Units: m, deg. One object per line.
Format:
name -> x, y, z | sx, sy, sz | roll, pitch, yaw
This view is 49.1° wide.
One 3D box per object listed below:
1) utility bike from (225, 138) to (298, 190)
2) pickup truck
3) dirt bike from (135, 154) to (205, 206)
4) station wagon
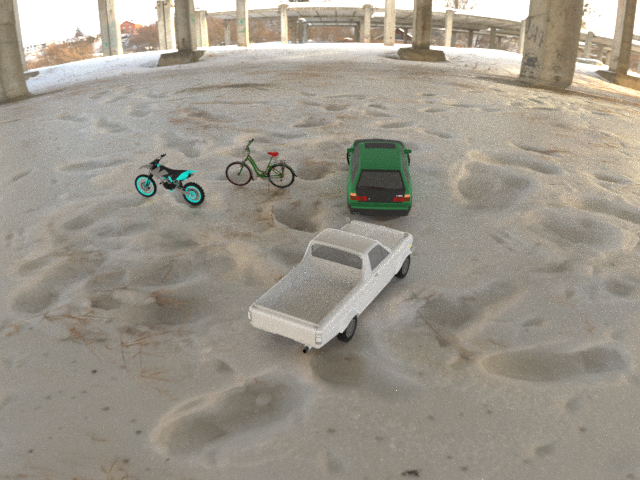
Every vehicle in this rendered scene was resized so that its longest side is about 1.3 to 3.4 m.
utility bike -> -1.157, -1.426, 13.577 | 1.435, 0.946, 0.535 | 3, 29, 6
pickup truck -> 0.274, 0.470, 10.028 | 1.244, 0.993, 3.117 | 15, 32, 26
dirt bike -> -2.841, -1.111, 13.089 | 1.493, 0.857, 0.527 | 10, 30, 17
station wagon -> 1.151, -1.439, 13.628 | 1.327, 0.920, 3.105 | 2, 28, 3
